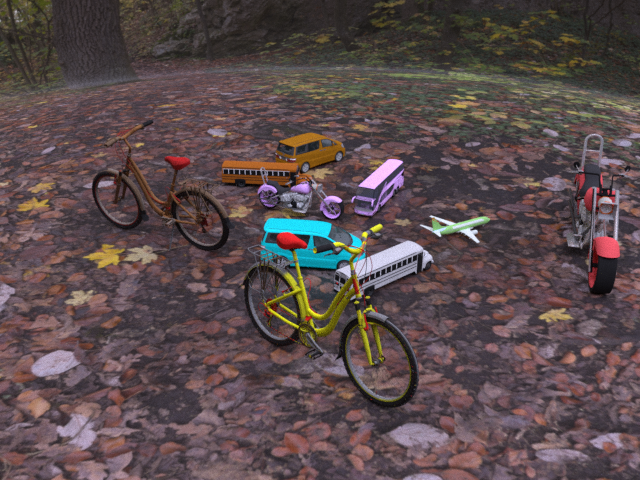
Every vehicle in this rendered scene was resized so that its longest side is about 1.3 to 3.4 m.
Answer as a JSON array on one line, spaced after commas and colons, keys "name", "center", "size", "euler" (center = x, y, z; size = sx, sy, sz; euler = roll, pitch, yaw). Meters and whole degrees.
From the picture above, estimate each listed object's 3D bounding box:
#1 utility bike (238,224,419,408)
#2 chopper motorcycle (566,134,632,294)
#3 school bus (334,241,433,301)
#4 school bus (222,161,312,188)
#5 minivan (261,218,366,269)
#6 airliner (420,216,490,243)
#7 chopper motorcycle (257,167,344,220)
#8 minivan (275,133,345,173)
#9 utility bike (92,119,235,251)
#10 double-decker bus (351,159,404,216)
[{"name": "utility bike", "center": [0.066, 0.634, 7.884], "size": [2.791, 1.839, 1.039], "euler": [23, 35, 38]}, {"name": "chopper motorcycle", "center": [4.147, -0.467, 10.492], "size": [0.906, 1.480, 3.040], "euler": [6, 27, 12]}, {"name": "school bus", "center": [0.947, 0.397, 9.931], "size": [1.708, 0.434, 0.365], "euler": [-21, 33, -35]}, {"name": "school bus", "center": [-0.985, -1.230, 13.190], "size": [1.708, 0.434, 0.365], "euler": [3, 27, 6]}, {"name": "minivan", "center": [-0.094, 0.061, 10.401], "size": [1.548, 0.616, 0.681], "euler": [4, 27, 7]}, {"name": "airliner", "center": [2.284, -0.302, 11.337], "size": [1.307, 0.429, 1.161], "euler": [-15, 30, -28]}, {"name": "chopper motorcycle", "center": [-0.341, -0.797, 11.956], "size": [1.563, 0.761, 0.466], "euler": [9, 28, 18]}, {"name": "minivan", "center": [-0.168, -1.832, 14.192], "size": [1.548, 0.616, 0.681], "euler": [-23, 35, -38]}, {"name": "utility bike", "center": [-2.551, -0.772, 10.700], "size": [2.791, 1.839, 1.039], "euler": [13, 29, 25]}, {"name": "double-decker bus", "center": [1.066, -0.932, 12.473], "size": [0.389, 0.541, 1.672], "euler": [12, 29, 23]}]
